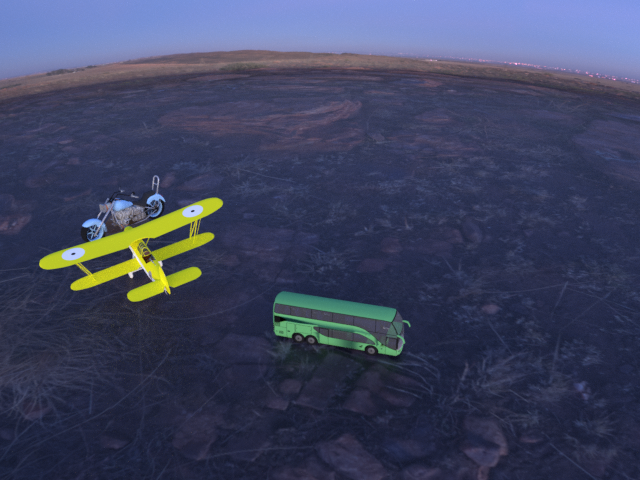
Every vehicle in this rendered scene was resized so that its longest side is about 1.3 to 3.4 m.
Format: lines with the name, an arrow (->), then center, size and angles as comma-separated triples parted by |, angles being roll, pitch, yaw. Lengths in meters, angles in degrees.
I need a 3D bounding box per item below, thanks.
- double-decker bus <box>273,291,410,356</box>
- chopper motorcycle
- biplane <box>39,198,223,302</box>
double-decker bus -> 0.248, 1.029, 8.589 | 1.672, 0.541, 0.389 | 8, 28, 15
chopper motorcycle -> -3.190, -0.497, 11.373 | 0.466, 0.761, 1.563 | 22, 34, 36
biplane -> -2.427, 0.259, 9.628 | 2.598, 0.981, 2.120 | -14, 30, -25
